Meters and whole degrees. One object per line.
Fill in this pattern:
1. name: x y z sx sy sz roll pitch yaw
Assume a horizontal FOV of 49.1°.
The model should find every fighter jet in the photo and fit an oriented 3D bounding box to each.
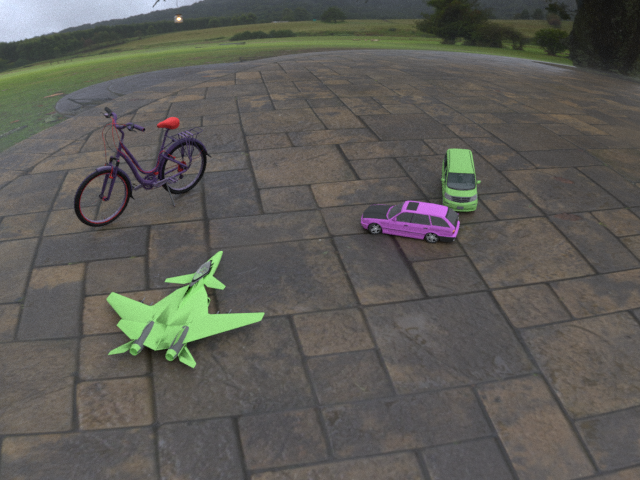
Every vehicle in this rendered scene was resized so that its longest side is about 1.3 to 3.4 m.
1. fighter jet: -1.805 0.680 9.637 2.229 0.557 2.640 6 31 11

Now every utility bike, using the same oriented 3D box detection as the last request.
1. utility bike: -2.880 -1.319 11.753 1.039 1.839 2.791 25 39 36

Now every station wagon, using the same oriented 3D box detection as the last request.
1. station wagon: 1.470 -0.357 11.469 1.597 0.473 0.682 9 32 15

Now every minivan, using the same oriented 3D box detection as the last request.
1. minivan: 2.497 -1.079 12.547 0.681 0.616 1.548 4 31 6
